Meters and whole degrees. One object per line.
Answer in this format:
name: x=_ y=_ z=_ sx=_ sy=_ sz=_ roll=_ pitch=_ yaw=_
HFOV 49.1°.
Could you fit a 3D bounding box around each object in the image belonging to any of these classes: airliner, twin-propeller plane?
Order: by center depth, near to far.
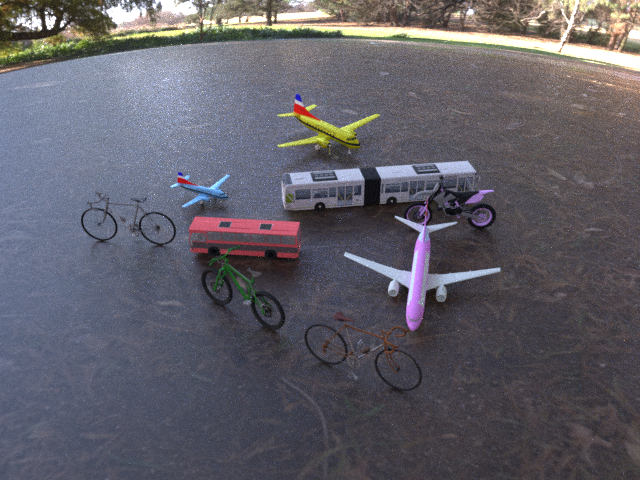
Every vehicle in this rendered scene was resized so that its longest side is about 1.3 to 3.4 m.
airliner: x=1.419 y=0.303 z=9.863 sx=2.257 sy=0.835 sz=2.541 roll=6 pitch=32 yaw=9
twin-propeller plane: x=-2.068 y=-0.918 z=12.295 sx=1.095 sy=0.407 sz=1.370 roll=15 pitch=34 yaw=23
twin-propeller plane: x=0.106 y=-2.366 z=14.316 sx=2.663 sy=0.792 sz=2.129 roll=-23 pitch=38 yaw=-33

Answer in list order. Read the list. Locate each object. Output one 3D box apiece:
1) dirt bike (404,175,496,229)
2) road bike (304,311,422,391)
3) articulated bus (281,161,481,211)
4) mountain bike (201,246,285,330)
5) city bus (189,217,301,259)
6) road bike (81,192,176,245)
dirt bike: x=2.106 y=-0.554 z=11.257 sx=1.493 sy=0.857 sz=0.527 roll=1 pitch=31 yaw=1
road bike: x=0.487 y=1.276 z=8.238 sx=1.545 sy=0.852 sz=0.358 roll=16 pitch=35 yaw=24
articulated bus: x=1.048 y=-0.946 z=12.191 sx=3.401 sy=0.561 sz=0.605 roll=-5 pitch=31 yaw=-8
mountain bike: x=-1.044 y=0.644 z=9.267 sx=1.469 sy=0.868 sz=0.573 roll=21 pitch=37 yaw=31
city bus: x=-1.142 y=-0.024 z=10.765 sx=1.674 sy=0.460 sz=0.476 roll=3 pitch=31 yaw=5
road bike: x=-2.999 y=-0.321 z=10.878 sx=1.545 sy=0.852 sz=0.358 roll=4 pitch=31 yaw=7
